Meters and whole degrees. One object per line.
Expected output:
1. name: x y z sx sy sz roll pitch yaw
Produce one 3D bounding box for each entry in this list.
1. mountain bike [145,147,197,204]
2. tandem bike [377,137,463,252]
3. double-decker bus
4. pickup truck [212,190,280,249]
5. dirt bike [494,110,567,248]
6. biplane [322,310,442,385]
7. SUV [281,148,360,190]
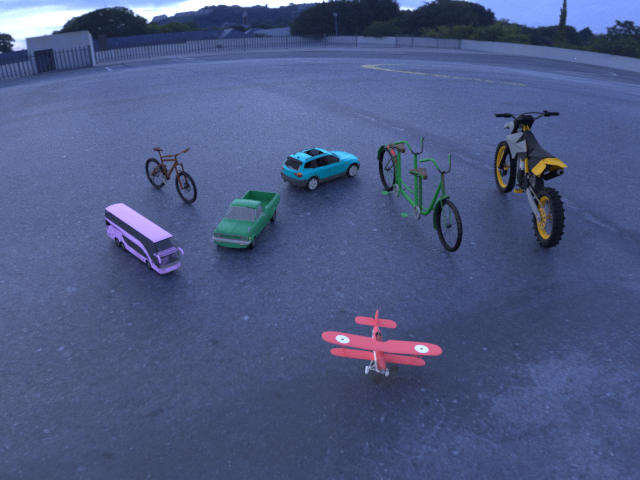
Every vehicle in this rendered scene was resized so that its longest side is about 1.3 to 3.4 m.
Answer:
1. mountain bike: -2.595 -1.168 12.050 1.469 0.868 0.573 24 36 38
2. tandem bike: 1.538 -0.979 11.199 0.550 1.326 3.192 -8 29 -15
3. double-decker bus: -2.600 -0.022 10.223 0.389 0.541 1.672 -23 35 -36
4. pickup truck: -1.127 -0.393 10.960 0.640 0.511 1.603 7 29 13
5. dirt bike: 3.294 -1.133 11.125 1.024 1.666 2.903 -2 28 -4
6. biplane: 0.688 1.194 7.952 1.336 0.504 1.090 0 28 0
7. SUV: 0.024 -1.380 12.760 1.572 0.580 0.656 -22 35 -35
